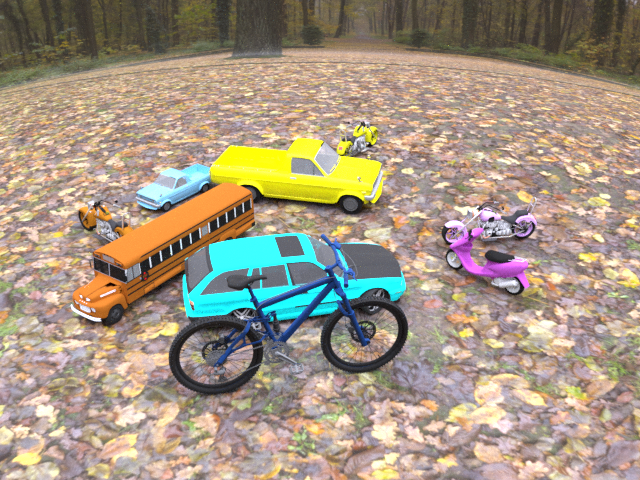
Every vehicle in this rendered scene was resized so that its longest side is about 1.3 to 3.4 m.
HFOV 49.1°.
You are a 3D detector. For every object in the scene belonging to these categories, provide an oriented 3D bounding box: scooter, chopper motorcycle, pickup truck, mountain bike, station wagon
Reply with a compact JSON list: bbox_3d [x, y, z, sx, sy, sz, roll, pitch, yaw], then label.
[{"bbox_3d":[2.446,0.217,10.227,1.399,0.919,0.662,26,38,37],"label":"scooter"},{"bbox_3d":[2.757,-0.312,11.327,1.563,0.761,0.466,-4,30,-6],"label":"chopper motorcycle"},{"bbox_3d":[-0.412,-1.282,12.816,3.117,0.993,1.244,7,30,12],"label":"pickup truck"},{"bbox_3d":[0.805,-2.150,14.596,0.466,0.761,1.563,17,33,27],"label":"chopper motorcycle"},{"bbox_3d":[-0.326,0.980,8.086,2.857,1.688,1.114,-6,30,-11],"label":"mountain bike"},{"bbox_3d":[-0.350,0.463,9.788,3.105,0.920,1.327,-6,30,-11],"label":"station wagon"},{"bbox_3d":[-3.479,-0.322,11.345,1.563,0.761,0.466,25,38,37],"label":"chopper motorcycle"},{"bbox_3d":[-2.612,-1.033,12.865,0.640,0.511,1.603,20,35,31],"label":"pickup truck"}]

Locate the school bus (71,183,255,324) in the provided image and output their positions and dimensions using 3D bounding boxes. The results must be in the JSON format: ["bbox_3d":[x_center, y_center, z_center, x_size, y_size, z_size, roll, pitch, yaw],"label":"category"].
[{"bbox_3d":[-2.266,0.117,10.480,0.709,0.844,3.322,18,34,29],"label":"school bus"}]
